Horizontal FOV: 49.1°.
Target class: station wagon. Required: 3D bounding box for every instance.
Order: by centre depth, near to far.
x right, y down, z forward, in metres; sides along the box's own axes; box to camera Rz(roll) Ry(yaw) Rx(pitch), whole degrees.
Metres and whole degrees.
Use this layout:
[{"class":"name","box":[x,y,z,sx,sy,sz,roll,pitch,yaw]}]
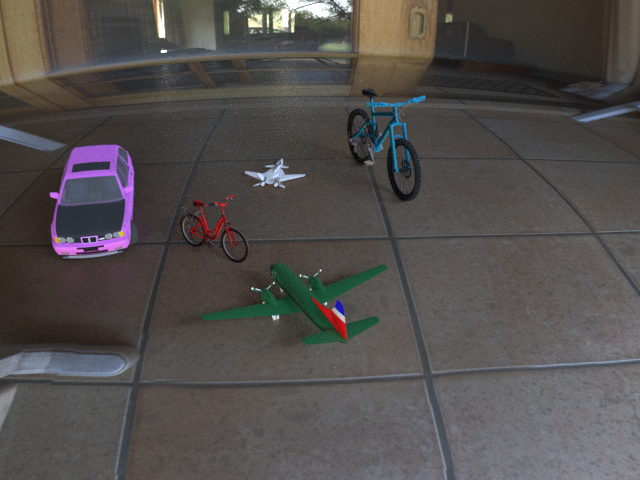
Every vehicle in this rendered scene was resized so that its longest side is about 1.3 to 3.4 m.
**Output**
[{"class":"station wagon","box":[-3.672,-0.756,11.433,1.327,0.920,3.105,-6,29,-11]}]

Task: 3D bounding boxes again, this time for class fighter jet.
[{"class":"fighter jet","box":[-0.835,-1.361,13.209,1.147,0.286,1.358,4,29,7]}]

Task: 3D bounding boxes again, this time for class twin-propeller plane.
[{"class":"twin-propeller plane","box":[-0.180,0.684,8.916,2.663,0.792,2.129,-14,32,-24]}]

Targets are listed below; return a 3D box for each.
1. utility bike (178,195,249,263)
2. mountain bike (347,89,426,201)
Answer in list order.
[{"class":"utility bike","box":[-1.585,-0.241,10.457,1.435,0.946,0.535,19,34,31]},{"class":"mountain bike","box":[1.107,-1.863,12.665,1.114,1.688,2.857,-11,30,-19]}]
